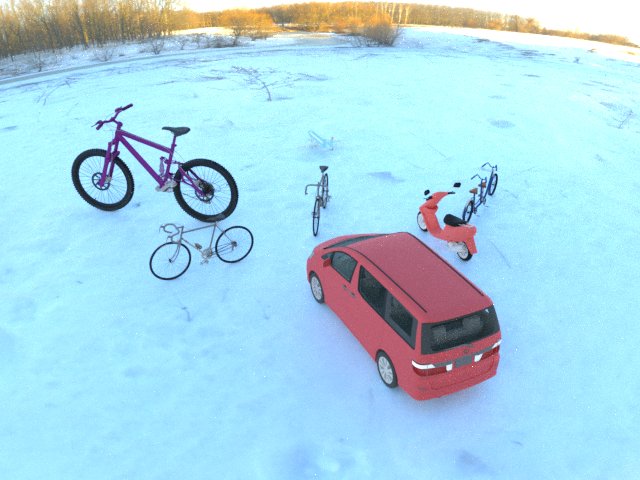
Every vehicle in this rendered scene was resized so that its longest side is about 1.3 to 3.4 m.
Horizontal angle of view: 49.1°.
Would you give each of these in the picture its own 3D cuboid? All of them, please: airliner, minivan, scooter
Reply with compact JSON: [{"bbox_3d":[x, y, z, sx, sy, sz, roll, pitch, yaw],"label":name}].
[{"bbox_3d":[0.012,-2.058,13.960,1.161,0.429,1.307,-12,32,-20],"label":"airliner"},{"bbox_3d":[0.870,0.616,8.459,1.324,1.197,3.011,-13,32,-22],"label":"minivan"},{"bbox_3d":[1.878,-0.320,10.394,0.662,0.919,1.399,-15,33,-24],"label":"scooter"}]

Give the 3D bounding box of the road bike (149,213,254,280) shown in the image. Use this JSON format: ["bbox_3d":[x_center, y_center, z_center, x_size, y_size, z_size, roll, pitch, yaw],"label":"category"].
[{"bbox_3d":[-1.642,0.068,9.778,1.545,0.852,0.358,-15,33,-25],"label":"road bike"}]

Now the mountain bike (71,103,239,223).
[{"bbox_3d":[-2.664,-1.134,11.051,2.857,1.688,1.114,7,30,11],"label":"mountain bike"}]

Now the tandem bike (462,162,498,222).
[{"bbox_3d":[2.654,-0.809,11.498,0.283,0.682,1.642,17,33,27],"label":"tandem bike"}]

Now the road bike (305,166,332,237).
[{"bbox_3d":[0.015,-0.690,11.116,0.358,0.852,1.545,4,30,7],"label":"road bike"}]
